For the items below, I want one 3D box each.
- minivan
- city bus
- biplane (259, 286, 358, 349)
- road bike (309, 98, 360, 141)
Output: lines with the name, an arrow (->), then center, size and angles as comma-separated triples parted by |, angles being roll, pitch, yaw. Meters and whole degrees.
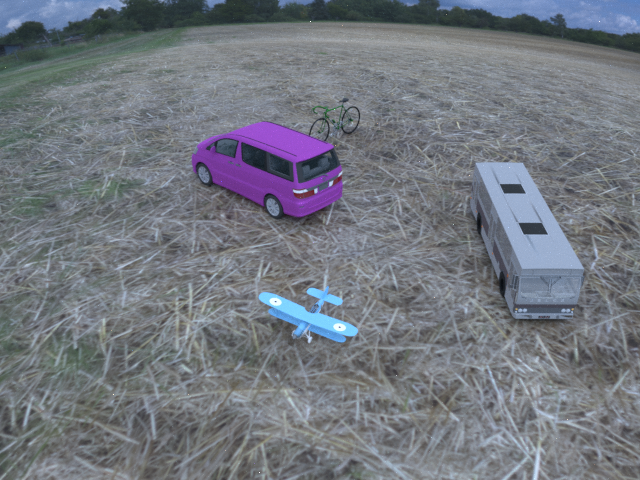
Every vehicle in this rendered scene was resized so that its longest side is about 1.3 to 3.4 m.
minivan -> -1.015, -1.382, 12.261 | 3.011, 1.197, 1.324 | 26, 39, 36
city bus -> 2.933, -0.079, 10.370 | 0.926, 0.894, 3.255 | 0, 31, 0
biplane -> -0.092, 0.972, 8.988 | 1.336, 0.504, 1.090 | 12, 33, 20
road bike -> 0.318, -2.463, 14.414 | 0.358, 0.852, 1.545 | 26, 40, 37
